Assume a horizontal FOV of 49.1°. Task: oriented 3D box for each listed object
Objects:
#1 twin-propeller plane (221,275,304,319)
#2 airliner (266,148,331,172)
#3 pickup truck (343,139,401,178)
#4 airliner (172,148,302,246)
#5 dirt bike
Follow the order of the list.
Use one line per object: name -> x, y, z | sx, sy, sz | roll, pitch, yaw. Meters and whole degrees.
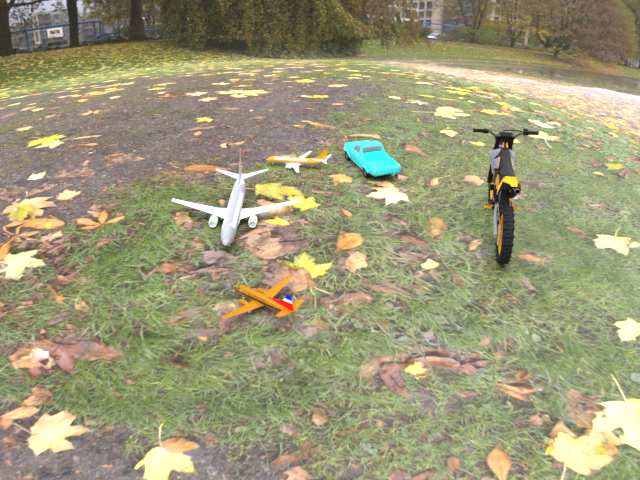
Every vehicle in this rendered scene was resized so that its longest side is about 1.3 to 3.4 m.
twin-propeller plane -> -0.768, 0.767, 9.521 | 1.095, 0.407, 1.370 | 21, 35, 33
airliner -> -0.453, -1.676, 14.040 | 1.307, 0.429, 1.161 | 6, 29, 10
pickup truck -> 1.017, -1.668, 13.939 | 0.640, 0.511, 1.603 | -10, 30, -18
airliner -> -1.452, -0.726, 11.845 | 2.257, 0.835, 2.541 | 0, 28, 0
dirt bike -> 2.917, -0.884, 11.260 | 1.024, 1.666, 2.903 | 4, 29, 7
